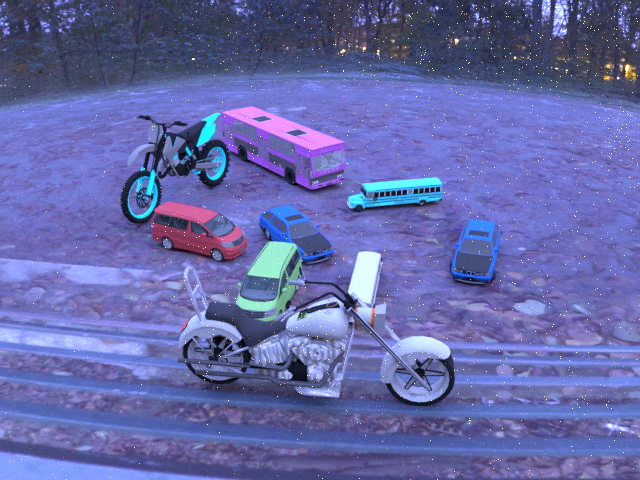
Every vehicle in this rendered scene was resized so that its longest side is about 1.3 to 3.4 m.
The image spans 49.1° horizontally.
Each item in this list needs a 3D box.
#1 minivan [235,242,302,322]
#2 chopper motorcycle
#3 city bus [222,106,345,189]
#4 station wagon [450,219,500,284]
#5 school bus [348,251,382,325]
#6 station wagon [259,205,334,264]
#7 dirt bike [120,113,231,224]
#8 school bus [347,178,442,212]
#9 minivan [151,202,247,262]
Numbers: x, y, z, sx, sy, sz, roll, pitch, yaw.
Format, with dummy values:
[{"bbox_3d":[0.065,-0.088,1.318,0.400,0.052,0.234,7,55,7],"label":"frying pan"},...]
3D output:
[{"bbox_3d":[-0.689,0.600,9.450,0.681,0.616,1.548,6,27,12],"label":"minivan"},{"bbox_3d":[-0.058,1.039,7.560,3.040,1.480,0.906,3,26,7],"label":"chopper motorcycle"},{"bbox_3d":[-0.821,-1.893,14.261,0.926,0.894,3.255,-19,32,-34],"label":"city bus"},{"bbox_3d":[2.378,0.125,10.591,0.682,0.473,1.597,8,27,16],"label":"station wagon"},{"bbox_3d":[0.616,0.605,9.647,0.365,0.434,1.708,4,26,9],"label":"school bus"},{"bbox_3d":[-0.389,-0.131,11.116,0.682,0.473,1.597,-14,29,-27],"label":"station wagon"},{"bbox_3d":[-2.508,-1.427,12.418,1.024,1.666,2.903,14,29,26],"label":"dirt bike"},{"bbox_3d":[1.337,-0.822,12.584,1.708,0.434,0.365,-6,27,-12],"label":"school bus"},{"bbox_3d":[-1.891,-0.152,10.998,1.548,0.616,0.681,12,28,23],"label":"minivan"}]
